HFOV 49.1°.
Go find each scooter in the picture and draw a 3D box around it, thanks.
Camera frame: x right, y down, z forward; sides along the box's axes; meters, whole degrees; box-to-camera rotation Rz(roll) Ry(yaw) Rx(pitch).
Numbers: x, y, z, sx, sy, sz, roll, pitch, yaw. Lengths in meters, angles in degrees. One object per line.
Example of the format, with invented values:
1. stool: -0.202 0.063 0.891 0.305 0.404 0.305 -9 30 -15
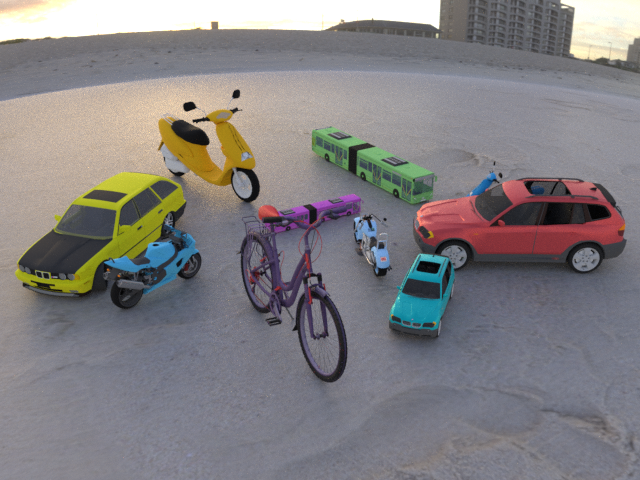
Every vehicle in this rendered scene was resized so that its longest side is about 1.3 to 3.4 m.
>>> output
1. scooter: 3.072 -0.777 11.635 1.399 0.919 0.662 1 26 3
2. scooter: -2.091 -1.792 12.710 2.721 1.786 1.288 21 33 36

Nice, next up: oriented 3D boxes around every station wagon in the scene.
1. station wagon: -3.207 -0.225 10.514 1.327 0.920 3.105 8 27 16

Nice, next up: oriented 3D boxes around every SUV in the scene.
1. SUV: 2.931 -0.287 10.405 3.058 1.128 1.276 1 26 2
2. SUV: 1.350 0.677 9.071 0.656 0.580 1.572 9 28 17

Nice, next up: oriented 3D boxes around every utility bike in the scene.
1. utility bike: -0.322 0.349 8.312 1.039 1.839 2.791 -14 29 -26

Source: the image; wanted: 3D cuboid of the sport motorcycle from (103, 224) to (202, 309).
1. sport motorcycle: -2.212 0.350 9.460 0.506 0.821 1.520 21 33 36

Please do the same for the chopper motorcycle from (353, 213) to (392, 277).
1. chopper motorcycle: 0.741 -0.056 10.351 0.466 0.761 1.563 -5 27 -10

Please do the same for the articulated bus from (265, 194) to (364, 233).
1. articulated bus: -0.089 -0.448 11.680 1.749 0.289 0.311 -15 30 -27

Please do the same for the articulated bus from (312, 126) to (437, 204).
1. articulated bus: 0.929 -1.508 13.519 0.605 0.561 3.401 -16 30 -29
